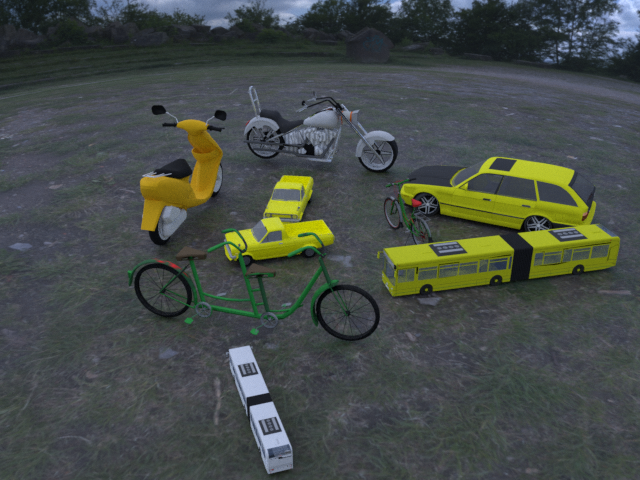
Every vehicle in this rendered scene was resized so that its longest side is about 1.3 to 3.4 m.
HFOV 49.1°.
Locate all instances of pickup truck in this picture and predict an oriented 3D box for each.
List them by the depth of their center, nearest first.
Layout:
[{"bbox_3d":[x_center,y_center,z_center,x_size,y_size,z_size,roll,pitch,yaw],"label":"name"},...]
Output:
[{"bbox_3d":[-0.611,-0.038,10.364,1.603,0.511,0.640,-8,28,-15],"label":"pickup truck"},{"bbox_3d":[-0.506,-0.721,11.723,0.640,0.511,1.603,4,27,7],"label":"pickup truck"}]

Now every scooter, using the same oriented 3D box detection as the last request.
[{"bbox_3d":[-2.152,-1.149,11.154,1.288,1.786,2.721,7,28,14],"label":"scooter"}]

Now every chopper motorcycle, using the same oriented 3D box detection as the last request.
[{"bbox_3d":[-0.009,-2.129,13.443,3.040,1.480,0.906,7,27,13],"label":"chopper motorcycle"}]

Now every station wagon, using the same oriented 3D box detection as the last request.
[{"bbox_3d":[2.883,-0.832,11.487,3.105,0.920,1.327,12,29,23],"label":"station wagon"}]

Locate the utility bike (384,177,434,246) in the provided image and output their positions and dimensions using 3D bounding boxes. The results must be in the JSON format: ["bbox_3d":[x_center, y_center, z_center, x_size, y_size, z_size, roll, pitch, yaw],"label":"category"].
[{"bbox_3d":[1.289,-0.409,10.618,0.535,0.946,1.435,-12,29,-22],"label":"utility bike"}]

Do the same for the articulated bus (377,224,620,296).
[{"bbox_3d":[2.507,0.260,9.715,3.401,0.561,0.605,-6,27,-12],"label":"articulated bus"}]

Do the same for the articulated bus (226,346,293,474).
[{"bbox_3d":[-0.638,1.680,7.195,0.311,0.289,1.749,-8,28,-16],"label":"articulated bus"}]

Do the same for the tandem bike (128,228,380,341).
[{"bbox_3d":[-0.851,0.500,8.389,3.192,1.326,0.550,6,27,12],"label":"tandem bike"}]
